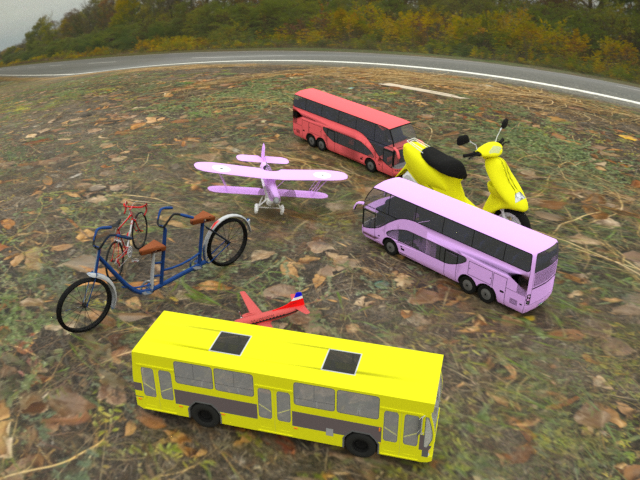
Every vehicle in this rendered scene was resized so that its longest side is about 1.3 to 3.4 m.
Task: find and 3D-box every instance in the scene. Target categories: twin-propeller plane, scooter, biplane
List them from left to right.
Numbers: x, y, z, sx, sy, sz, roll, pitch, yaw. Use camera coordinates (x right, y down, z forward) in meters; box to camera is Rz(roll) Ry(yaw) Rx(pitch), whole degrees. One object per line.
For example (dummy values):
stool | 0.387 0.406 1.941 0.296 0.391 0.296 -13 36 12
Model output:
twin-propeller plane | -0.698 0.962 9.170 1.095 0.407 1.370 -13 31 -22
biplane | -0.861 -1.076 12.270 2.598 0.981 2.120 -5 29 -10
scooter | 2.326 -1.076 11.436 1.288 1.786 2.721 -24 37 -36

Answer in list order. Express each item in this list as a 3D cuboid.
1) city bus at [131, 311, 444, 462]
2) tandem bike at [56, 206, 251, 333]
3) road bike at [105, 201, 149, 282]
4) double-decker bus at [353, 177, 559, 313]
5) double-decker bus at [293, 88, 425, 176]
city bus | -0.352 1.572 7.562 3.255 0.894 0.926 7 30 13
tandem bike | -2.175 0.188 9.623 0.550 1.326 3.192 25 38 38
road bike | -2.902 -0.029 10.506 0.358 0.852 1.545 4 29 8
double-decker bus | 1.895 -0.032 10.303 0.756 1.052 3.251 -24 37 -36
double-decker bus | 0.677 -2.204 14.240 0.756 1.052 3.251 -23 36 -35
